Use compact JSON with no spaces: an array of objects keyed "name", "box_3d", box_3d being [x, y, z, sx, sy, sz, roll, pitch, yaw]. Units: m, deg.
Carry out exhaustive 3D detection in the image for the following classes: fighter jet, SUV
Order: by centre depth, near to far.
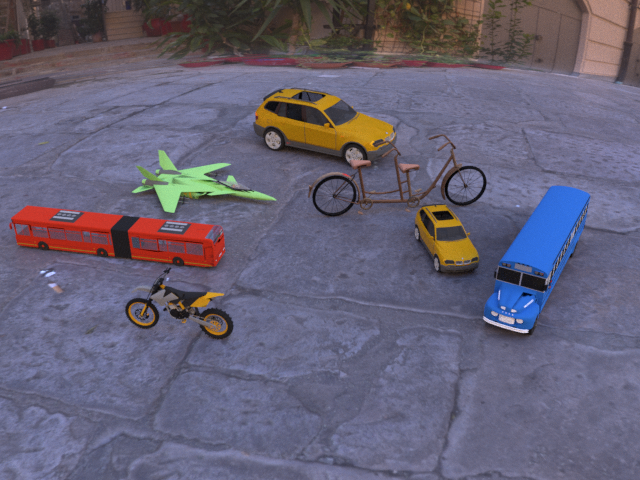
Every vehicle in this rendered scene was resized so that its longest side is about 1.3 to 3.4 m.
[{"name":"SUV","box_3d":[1.961,-0.056,10.951,0.656,0.580,1.572,-5,30,-10]},{"name":"fighter jet","box_3d":[-2.016,-1.080,12.789,2.640,0.557,2.229,10,31,17]},{"name":"SUV","box_3d":[0.083,-2.418,14.578,3.058,1.128,1.276,15,33,24]}]

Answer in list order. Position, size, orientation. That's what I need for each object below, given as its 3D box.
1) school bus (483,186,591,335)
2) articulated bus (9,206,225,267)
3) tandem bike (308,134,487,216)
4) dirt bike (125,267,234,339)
[{"name":"school bus","box_3d":[3.218,0.208,10.216,0.709,0.844,3.322,16,33,26]},{"name":"articulated bus","box_3d":[-3.190,-0.067,10.990,3.401,0.561,0.605,6,30,11]},{"name":"tandem bike","box_3d":[1.370,-1.087,12.020,3.192,1.326,0.550,-5,30,-8]},{"name":"dirt bike","box_3d":[-1.847,0.861,9.046,1.493,0.857,0.527,6,30,11]}]
